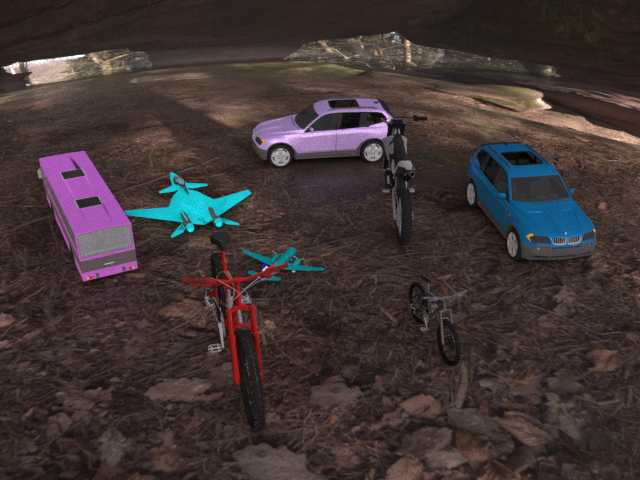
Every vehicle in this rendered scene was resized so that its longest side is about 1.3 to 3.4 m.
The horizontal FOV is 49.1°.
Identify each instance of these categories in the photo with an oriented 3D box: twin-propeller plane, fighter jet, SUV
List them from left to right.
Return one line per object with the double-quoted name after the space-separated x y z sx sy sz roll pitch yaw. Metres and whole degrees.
-2.380 -0.882 12.444 2.229 0.557 2.640 -12 31 -20 "fighter jet"
-0.603 0.312 10.397 1.370 0.407 1.095 12 31 21 "twin-propeller plane"
0.118 -2.276 14.416 3.058 1.128 1.276 -4 29 -7 "SUV"
3.396 -0.722 11.548 1.276 1.128 3.058 -4 29 -8 "SUV"

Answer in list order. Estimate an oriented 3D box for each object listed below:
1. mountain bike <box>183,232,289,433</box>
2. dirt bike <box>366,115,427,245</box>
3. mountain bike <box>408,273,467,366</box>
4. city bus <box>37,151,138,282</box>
-1.011 0.837 8.086 1.114 1.688 2.857 -8 29 -15 "mountain bike"
1.298 -1.189 11.845 1.024 1.666 2.903 0 28 -1 "dirt bike"
1.430 0.909 8.813 0.573 0.868 1.469 -8 29 -14 "mountain bike"
-3.789 -0.444 11.280 0.926 0.894 3.255 -14 32 -24 "city bus"
